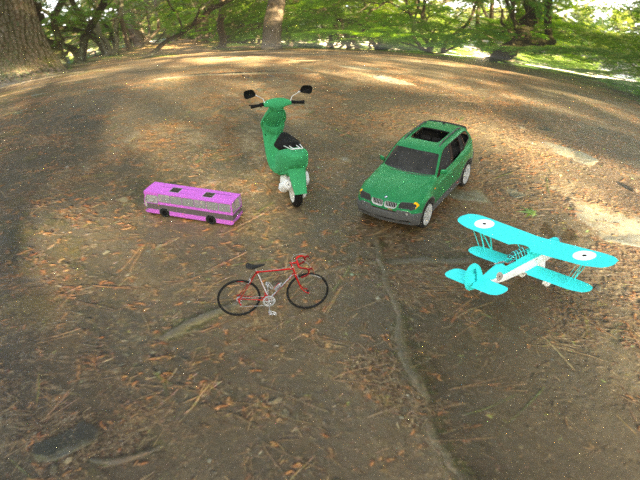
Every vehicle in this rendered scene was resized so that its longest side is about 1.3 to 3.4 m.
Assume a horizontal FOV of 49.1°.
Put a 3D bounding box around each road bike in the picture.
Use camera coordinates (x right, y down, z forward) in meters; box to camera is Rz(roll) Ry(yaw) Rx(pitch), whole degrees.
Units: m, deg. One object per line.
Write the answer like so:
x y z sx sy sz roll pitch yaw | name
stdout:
-0.640 0.641 9.578 1.545 0.852 0.358 -5 31 -9 | road bike

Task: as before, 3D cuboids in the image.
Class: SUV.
1.800 -1.286 12.619 1.276 1.128 3.058 16 34 26 | SUV

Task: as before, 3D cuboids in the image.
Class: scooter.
-0.682 -1.851 12.937 1.288 1.786 2.721 -8 31 -13 | scooter

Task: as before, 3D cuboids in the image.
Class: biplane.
2.766 0.312 10.015 2.120 0.981 2.598 -21 36 -32 | biplane

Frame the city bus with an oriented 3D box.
-2.200 -0.620 12.139 1.674 0.460 0.476 9 31 15 | city bus
